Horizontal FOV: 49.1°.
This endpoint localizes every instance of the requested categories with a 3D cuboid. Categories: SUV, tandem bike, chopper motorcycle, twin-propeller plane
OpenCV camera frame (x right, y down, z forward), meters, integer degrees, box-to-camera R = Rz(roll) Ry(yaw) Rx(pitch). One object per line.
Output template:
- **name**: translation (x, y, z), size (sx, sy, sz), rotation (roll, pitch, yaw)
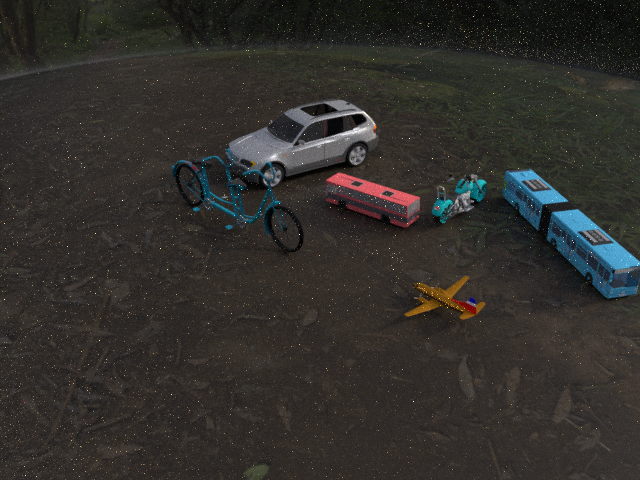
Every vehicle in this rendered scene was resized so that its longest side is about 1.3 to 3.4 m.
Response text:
- **SUV**: translation (-0.331, -1.947, 13.534), size (3.058, 1.128, 1.276), rotation (-17, 34, -27)
- **tandem bike**: translation (-1.425, -0.811, 11.385), size (3.192, 1.326, 0.550), rotation (25, 38, 36)
- **chopper motorcycle**: translation (2.414, -0.797, 11.923), size (0.466, 0.761, 1.563), rotation (24, 38, 35)
- **twin-propeller plane**: translation (1.692, 0.773, 9.578), size (1.370, 0.407, 1.095), rotation (-26, 39, -36)

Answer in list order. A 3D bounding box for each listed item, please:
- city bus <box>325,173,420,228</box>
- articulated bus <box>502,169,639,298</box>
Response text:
- **city bus**: translation (0.882, -0.678, 12.018), size (1.674, 0.460, 0.476), rotation (21, 36, 31)
- **articulated bus**: translation (3.876, -0.217, 11.124), size (0.605, 0.561, 3.401), rotation (-7, 31, -11)
